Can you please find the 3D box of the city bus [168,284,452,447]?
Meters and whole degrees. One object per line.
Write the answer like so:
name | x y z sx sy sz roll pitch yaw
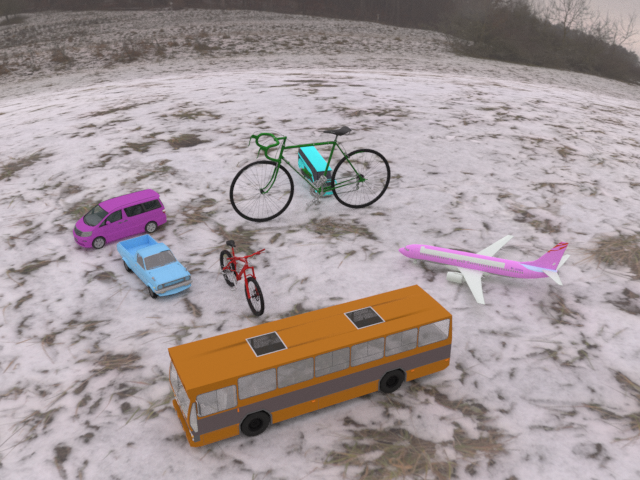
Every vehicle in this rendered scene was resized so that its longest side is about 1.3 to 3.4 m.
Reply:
city bus | -0.051 1.420 8.131 3.255 0.894 0.926 -12 30 -22

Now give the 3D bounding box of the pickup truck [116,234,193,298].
pickup truck | -2.544 0.325 10.661 0.640 0.511 1.603 -18 32 -31

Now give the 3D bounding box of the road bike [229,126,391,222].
road bike | -0.130 -1.193 12.344 3.004 1.656 0.697 -9 29 -16

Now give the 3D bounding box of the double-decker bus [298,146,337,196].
double-decker bus | -0.083 -1.385 13.924 0.389 0.541 1.672 -7 28 -14

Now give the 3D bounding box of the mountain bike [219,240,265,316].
mountain bike | -1.140 0.466 10.000 0.573 0.868 1.469 -15 31 -26

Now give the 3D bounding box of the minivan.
minivan | -3.414 -0.372 11.889 1.548 0.616 0.681 -20 33 -33

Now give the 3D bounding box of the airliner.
airliner | 2.412 0.185 10.577 2.541 0.835 2.257 11 30 21
